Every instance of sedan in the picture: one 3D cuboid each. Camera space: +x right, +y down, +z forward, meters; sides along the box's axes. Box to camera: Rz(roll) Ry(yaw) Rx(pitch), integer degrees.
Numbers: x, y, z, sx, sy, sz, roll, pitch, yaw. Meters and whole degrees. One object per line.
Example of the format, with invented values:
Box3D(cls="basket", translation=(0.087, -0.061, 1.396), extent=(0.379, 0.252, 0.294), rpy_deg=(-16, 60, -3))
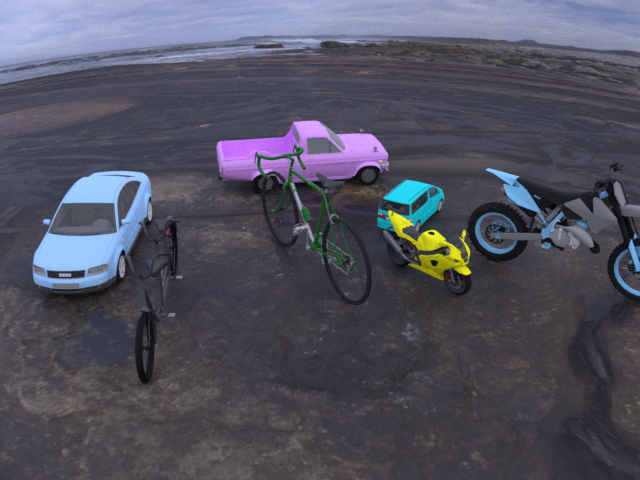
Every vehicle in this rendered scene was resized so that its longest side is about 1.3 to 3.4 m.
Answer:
Box3D(cls="sedan", translation=(-3.308, -0.294, 10.368), extent=(1.235, 0.940, 3.137), rpy_deg=(0, 28, 0))

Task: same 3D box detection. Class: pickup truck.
Box3D(cls="pickup truck", translation=(-0.329, -1.586, 12.768), extent=(3.117, 0.993, 1.244), rpy_deg=(-5, 28, -10))

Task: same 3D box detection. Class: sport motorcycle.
Box3D(cls="sport motorcycle", translation=(1.484, 0.166, 9.623), extent=(0.506, 0.821, 1.520), rpy_deg=(-22, 35, -35))

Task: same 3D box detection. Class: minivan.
Box3D(cls="minivan", translation=(1.503, -0.618, 11.332), extent=(0.681, 0.616, 1.548), rpy_deg=(15, 31, 27))

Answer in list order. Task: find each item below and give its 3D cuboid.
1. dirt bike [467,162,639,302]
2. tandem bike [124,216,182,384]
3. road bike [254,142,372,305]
Box3D(cls="dirt bike", translation=(3.382, -0.193, 9.396), extent=(2.903, 1.666, 1.024), rpy_deg=(18, 33, 30))
Box3D(cls="tandem bike", translation=(-2.000, 0.392, 8.652), extent=(0.550, 1.326, 3.192), rpy_deg=(-2, 28, -3))
Box3D(cls="road bike", translation=(-0.135, -0.307, 9.624), extent=(0.696, 1.656, 3.004), rpy_deg=(-15, 31, -27))
